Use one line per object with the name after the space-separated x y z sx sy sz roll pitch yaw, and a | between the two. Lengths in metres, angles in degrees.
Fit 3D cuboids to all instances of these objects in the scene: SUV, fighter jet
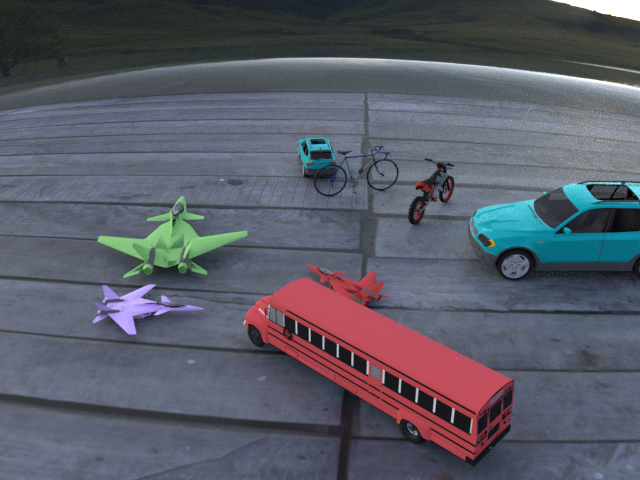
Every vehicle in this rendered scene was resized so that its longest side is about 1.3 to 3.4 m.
-0.057 -1.675 13.320 0.656 0.580 1.572 -3 28 -6 | SUV
-2.162 0.810 8.938 1.358 0.286 1.147 0 28 0 | fighter jet
-2.235 -0.278 10.706 2.229 0.557 2.640 -2 28 -4 | fighter jet
3.674 -0.193 9.934 3.058 1.128 1.276 0 28 1 | SUV
0.255 0.519 9.488 1.147 0.286 1.358 -22 35 -35 | fighter jet

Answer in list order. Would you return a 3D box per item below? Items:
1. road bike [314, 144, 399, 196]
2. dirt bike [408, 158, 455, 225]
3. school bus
0.641 -1.198 12.128 1.545 0.852 0.358 -7 29 -13 | road bike
1.844 -0.840 11.447 0.527 0.857 1.493 19 33 31 | dirt bike
0.442 1.226 7.557 3.322 0.844 0.709 24 36 37 | school bus
